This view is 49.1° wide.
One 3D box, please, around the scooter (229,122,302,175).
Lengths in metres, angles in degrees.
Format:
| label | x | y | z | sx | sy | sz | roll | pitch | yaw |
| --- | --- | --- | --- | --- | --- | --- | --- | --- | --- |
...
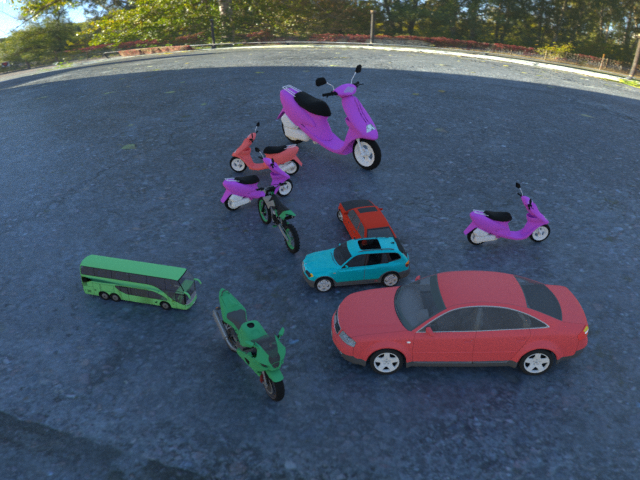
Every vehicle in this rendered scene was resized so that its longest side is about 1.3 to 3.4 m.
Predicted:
| label | x | y | z | sx | sy | sz | roll | pitch | yaw |
| --- | --- | --- | --- | --- | --- | --- | --- | --- | --- |
| scooter | -1.035 | -1.670 | 13.175 | 1.399 | 0.919 | 0.662 | 3 | 31 | 5 |

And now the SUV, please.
| label | x | y | z | sx | sy | sz | roll | pitch | yaw |
| --- | --- | --- | --- | --- | --- | --- | --- | --- | --- |
| SUV | 0.521 | 0.310 | 10.137 | 1.572 | 0.580 | 0.656 | -4 | 31 | -7 |

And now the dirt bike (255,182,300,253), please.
| label | x | y | z | sx | sy | sz | roll | pitch | yaw |
| --- | --- | --- | --- | --- | --- | --- | --- | --- | --- |
| dirt bike | -0.686 | -0.419 | 11.105 | 0.527 | 0.857 | 1.493 | -15 | 34 | -24 |

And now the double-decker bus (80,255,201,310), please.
| label | x | y | z | sx | sy | sz | roll | pitch | yaw |
| --- | --- | --- | --- | --- | --- | --- | --- | --- | --- |
| double-decker bus | -2.494 | 0.591 | 9.698 | 1.672 | 0.541 | 0.389 | 7 | 31 | 13 |

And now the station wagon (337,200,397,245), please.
| label | x | y | z | sx | sy | sz | roll | pitch | yaw |
| --- | --- | --- | --- | --- | --- | --- | --- | --- | --- |
| station wagon | 0.748 | -0.299 | 11.280 | 0.682 | 0.473 | 1.597 | -7 | 31 | -12 |

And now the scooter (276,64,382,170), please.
| label | x | y | z | sx | sy | sz | roll | pitch | yaw |
| --- | --- | --- | --- | --- | --- | --- | --- | --- | --- |
| scooter | 0.141 | -2.497 | 13.726 | 2.721 | 1.786 | 1.288 | 25 | 39 | 36 |

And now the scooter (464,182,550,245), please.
| label | x | y | z | sx | sy | sz | roll | pitch | yaw |
| --- | --- | --- | --- | --- | --- | --- | --- | --- | --- |
| scooter | 2.960 | -0.345 | 10.919 | 1.399 | 0.919 | 0.662 | -3 | 31 | -5 |

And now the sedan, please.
| label | x | y | z | sx | sy | sz | roll | pitch | yaw |
| --- | --- | --- | --- | --- | --- | --- | --- | --- | --- |
| sedan | 1.709 | 0.946 | 8.701 | 3.137 | 0.940 | 1.235 | 0 | 30 | 0 |

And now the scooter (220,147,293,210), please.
| label | x | y | z | sx | sy | sz | roll | pitch | yaw |
| --- | --- | --- | --- | --- | --- | --- | --- | --- | --- |
| scooter | -1.083 | -1.045 | 12.110 | 1.399 | 0.919 | 0.662 | -18 | 35 | -27 |

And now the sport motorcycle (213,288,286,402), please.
| label | x | y | z | sx | sy | sz | roll | pitch | yaw |
| --- | --- | --- | --- | --- | --- | --- | --- | --- | --- |
| sport motorcycle | -0.823 | 1.238 | 8.321 | 0.506 | 0.821 | 1.520 | -17 | 35 | -27 |
